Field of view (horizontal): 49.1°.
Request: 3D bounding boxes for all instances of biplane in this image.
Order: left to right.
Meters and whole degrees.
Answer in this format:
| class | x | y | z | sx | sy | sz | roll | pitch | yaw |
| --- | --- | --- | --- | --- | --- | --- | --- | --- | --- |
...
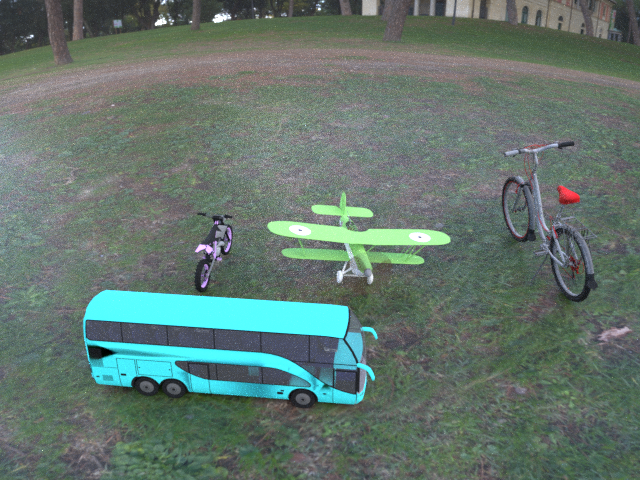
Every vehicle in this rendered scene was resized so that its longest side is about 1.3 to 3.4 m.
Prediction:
| class | x | y | z | sx | sy | sz | roll | pitch | yaw |
| --- | --- | --- | --- | --- | --- | --- | --- | --- | --- |
| biplane | 0.522 | -0.015 | 10.165 | 2.598 | 0.981 | 2.120 | -5 | 30 | -8 |

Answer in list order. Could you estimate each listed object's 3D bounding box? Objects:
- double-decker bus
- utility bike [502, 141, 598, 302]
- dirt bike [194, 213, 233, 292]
| class | x | y | z | sx | sy | sz | roll | pitch | yaw |
| --- | --- | --- | --- | --- | --- | --- | --- | --- | --- |
| double-decker bus | -0.992 | 1.223 | 7.929 | 3.251 | 1.052 | 0.756 | 3 | 30 | 6 |
| utility bike | 3.140 | -0.379 | 9.937 | 1.039 | 1.839 | 2.791 | -6 | 30 | -10 |
| dirt bike | -1.539 | 0.080 | 10.124 | 0.527 | 0.857 | 1.493 | 6 | 30 | 10 |
